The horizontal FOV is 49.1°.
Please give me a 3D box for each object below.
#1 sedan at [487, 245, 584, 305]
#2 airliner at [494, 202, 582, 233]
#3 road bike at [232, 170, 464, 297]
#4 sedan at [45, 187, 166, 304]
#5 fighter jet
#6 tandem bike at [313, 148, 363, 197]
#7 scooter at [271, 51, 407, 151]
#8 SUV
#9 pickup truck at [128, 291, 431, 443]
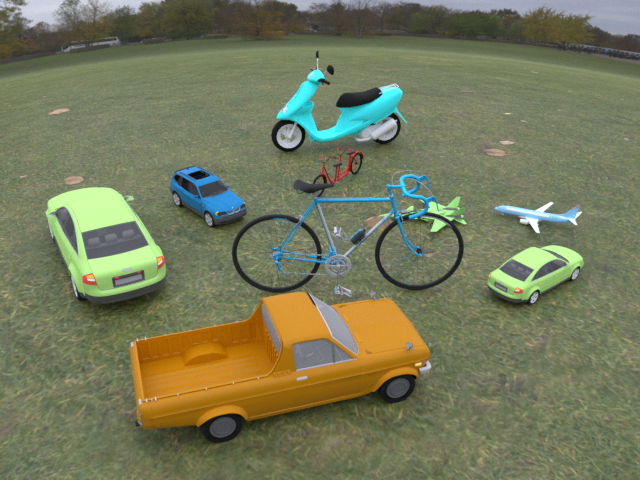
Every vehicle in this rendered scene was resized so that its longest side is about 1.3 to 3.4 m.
[{"bbox_3d":[2.928,0.374,9.400,1.613,0.483,0.635,-21,35,-33],"label":"sedan"},{"bbox_3d":[3.404,-0.475,10.996,1.307,0.429,1.161,13,32,23],"label":"airliner"},{"bbox_3d":[0.367,-0.045,8.947,3.004,1.656,0.696,-1,29,-2],"label":"road bike"},{"bbox_3d":[-3.101,-0.146,9.871,1.235,0.940,3.137,-15,32,-25],"label":"sedan"},{"bbox_3d":[1.608,-0.465,11.126,1.358,0.286,1.147,-1,29,-1],"label":"fighter jet"},{"bbox_3d":[0.329,-1.274,12.183,0.283,0.682,1.642,18,34,29],"label":"tandem bike"},{"bbox_3d":[0.387,-2.634,13.506,2.721,1.786,1.288,-6,29,-11],"label":"scooter"},{"bbox_3d":[-1.834,-0.743,11.326,0.656,0.580,1.572,-23,36,-35],"label":"SUV"},{"bbox_3d":[-0.412,1.197,7.382,3.117,0.993,1.244,-9,30,-15],"label":"pickup truck"}]
